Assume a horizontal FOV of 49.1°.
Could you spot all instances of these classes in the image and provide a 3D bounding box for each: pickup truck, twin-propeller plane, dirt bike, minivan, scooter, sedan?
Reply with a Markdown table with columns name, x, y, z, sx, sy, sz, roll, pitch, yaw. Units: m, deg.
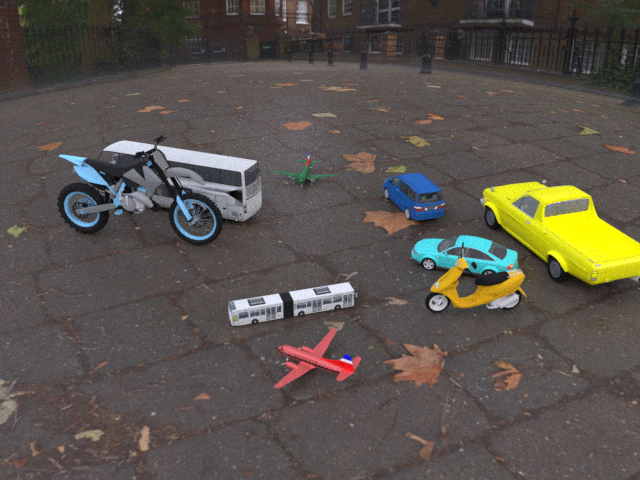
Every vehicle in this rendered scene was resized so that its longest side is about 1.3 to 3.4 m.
| name | x | y | z | sx | sy | sz | roll | pitch | yaw |
| --- | --- | --- | --- | --- | --- | --- | --- | --- | --- |
| pickup truck | 3.783 | -0.251 | 11.023 | 1.244 | 0.993 | 3.117 | -9 | 28 | -16 |
| twin-propeller plane | -0.071 | 1.408 | 8.430 | 1.095 | 0.407 | 1.370 | 15 | 31 | 27 |
| dirt bike | -2.964 | -0.769 | 11.296 | 2.903 | 1.666 | 1.024 | 6 | 28 | 11 |
| minivan | 1.669 | -0.869 | 12.643 | 0.681 | 0.616 | 1.548 | -8 | 28 | -16 |
| scooter | 2.139 | 0.569 | 9.507 | 1.399 | 0.919 | 0.662 | -2 | 27 | -4 |
| sedan | 2.201 | 0.209 | 10.686 | 1.613 | 0.483 | 0.635 | 11 | 29 | 20 |
| twin-propeller plane | -0.294 | -1.399 | 13.905 | 1.370 | 0.407 | 1.095 | 4 | 27 | 8 |

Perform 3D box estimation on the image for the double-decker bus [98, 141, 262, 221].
| name | x | y | z | sx | sy | sz | roll | pitch | yaw |
| --- | --- | --- | --- | --- | --- | --- | --- | --- | --- |
| double-decker bus | -2.611 | -1.084 | 12.584 | 3.251 | 1.052 | 0.756 | 11 | 29 | 20 |

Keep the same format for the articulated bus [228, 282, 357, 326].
| name | x | y | z | sx | sy | sz | roll | pitch | yaw |
| --- | --- | --- | --- | --- | --- | --- | --- | --- | --- |
| articulated bus | -0.368 | 0.876 | 9.597 | 1.749 | 0.289 | 0.311 | -8 | 28 | -16 |
